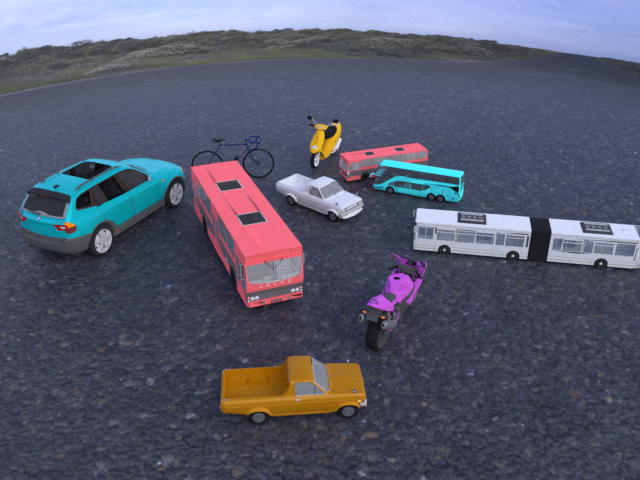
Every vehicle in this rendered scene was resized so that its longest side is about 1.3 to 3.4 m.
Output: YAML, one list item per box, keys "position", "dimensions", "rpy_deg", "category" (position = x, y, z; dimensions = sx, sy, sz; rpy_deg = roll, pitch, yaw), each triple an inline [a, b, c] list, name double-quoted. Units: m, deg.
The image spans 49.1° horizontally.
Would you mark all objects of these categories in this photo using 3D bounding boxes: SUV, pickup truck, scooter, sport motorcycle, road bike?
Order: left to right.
- position: [-3.437, -0.768, 11.352]
  dimensions: [1.276, 1.128, 3.058]
  rpy_deg: [13, 31, 22]
  category: "SUV"
- position: [-1.628, -1.525, 13.048]
  dimensions: [1.545, 0.852, 0.358]
  rpy_deg: [-3, 28, -6]
  category: "road bike"
- position: [-0.293, 1.588, 7.630]
  dimensions: [1.603, 0.511, 0.640]
  rpy_deg: [-3, 28, -5]
  category: "pickup truck"
- position: [-0.022, -0.805, 12.071]
  dimensions: [1.603, 0.511, 0.640]
  rpy_deg: [23, 36, 36]
  category: "pickup truck"
- position: [0.116, -2.044, 13.940]
  dimensions: [0.662, 0.919, 1.399]
  rpy_deg: [12, 30, 21]
  category: "scooter"
- position: [0.944, 0.757, 8.846]
  dimensions: [0.506, 0.821, 1.520]
  rpy_deg: [15, 32, 25]
  category: "sport motorcycle"

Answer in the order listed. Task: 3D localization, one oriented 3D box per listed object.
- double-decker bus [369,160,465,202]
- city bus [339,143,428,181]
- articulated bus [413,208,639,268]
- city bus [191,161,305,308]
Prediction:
- position: [1.729, -1.062, 12.515]
  dimensions: [1.672, 0.541, 0.389]
  rpy_deg: [11, 30, 20]
  category: "double-decker bus"
- position: [1.215, -1.477, 13.370]
  dimensions: [1.674, 0.460, 0.476]
  rpy_deg: [-10, 30, -18]
  category: "city bus"
- position: [3.093, -0.031, 10.582]
  dimensions: [3.401, 0.561, 0.605]
  rpy_deg: [5, 29, 9]
  category: "articulated bus"
- position: [-1.174, -0.173, 10.494]
  dimensions: [0.926, 0.894, 3.255]
  rpy_deg: [-11, 30, -19]
  category: "city bus"
